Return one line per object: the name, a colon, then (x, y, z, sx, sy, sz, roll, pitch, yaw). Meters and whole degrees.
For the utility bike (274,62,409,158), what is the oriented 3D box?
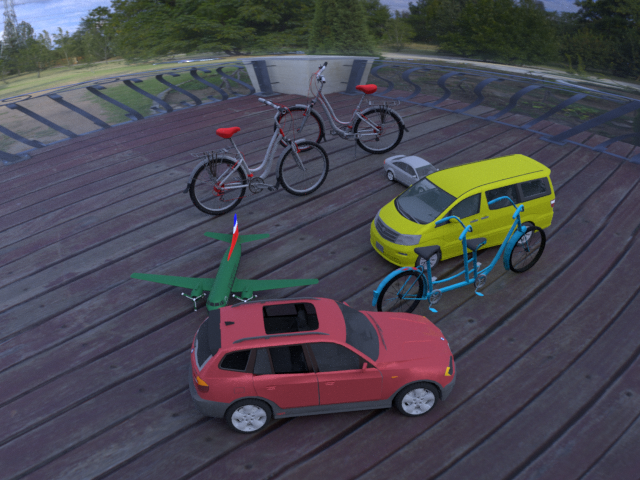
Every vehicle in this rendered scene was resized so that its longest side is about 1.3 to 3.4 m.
utility bike: (0.430, -2.552, 14.157, 2.791, 1.839, 1.039, 1, 29, 2)

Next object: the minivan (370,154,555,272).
minivan: (2.266, -0.487, 11.135, 3.011, 1.197, 1.324, -13, 32, -22)

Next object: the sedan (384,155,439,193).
sedan: (1.850, -1.248, 13.220, 0.635, 0.483, 1.613, -18, 34, -28)

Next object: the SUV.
SUV: (0.028, 1.297, 8.028, 3.058, 1.128, 1.276, -4, 30, -7)

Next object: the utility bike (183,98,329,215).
utility bike: (-1.123, -1.490, 12.266, 2.791, 1.839, 1.039, -14, 32, -24)

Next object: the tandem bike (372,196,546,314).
tandem bike: (2.045, 0.220, 9.745, 3.192, 1.326, 0.550, -17, 33, -27)

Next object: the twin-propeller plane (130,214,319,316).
twin-propeller plane: (-1.336, 0.394, 9.979, 2.663, 0.792, 2.129, 2, 29, 3)
